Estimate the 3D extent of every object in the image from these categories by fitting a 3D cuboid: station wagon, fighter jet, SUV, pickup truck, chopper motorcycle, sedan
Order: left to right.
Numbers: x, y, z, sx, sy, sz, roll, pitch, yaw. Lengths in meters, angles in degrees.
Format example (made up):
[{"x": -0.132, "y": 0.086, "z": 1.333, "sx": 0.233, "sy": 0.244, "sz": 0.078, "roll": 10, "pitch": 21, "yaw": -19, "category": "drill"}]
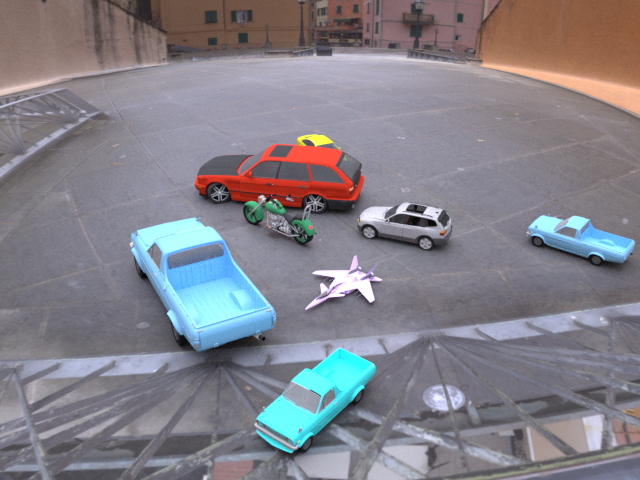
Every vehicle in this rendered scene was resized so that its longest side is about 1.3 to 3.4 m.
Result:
[{"x": -1.743, "y": 0.460, "z": 9.828, "sx": 1.244, "sy": 0.993, "sz": 3.117, "roll": -15, "pitch": 32, "yaw": -24, "category": "pickup truck"}, {"x": -0.708, "y": -0.438, "z": 11.669, "sx": 1.563, "sy": 0.761, "sz": 0.466, "roll": 23, "pitch": 37, "yaw": 35, "category": "chopper motorcycle"}, {"x": -0.769, "y": -1.231, "z": 12.922, "sx": 3.105, "sy": 0.920, "sz": 1.327, "roll": 6, "pitch": 30, "yaw": 11, "category": "station wagon"}, {"x": -0.022, "y": 1.758, "z": 8.003, "sx": 0.640, "sy": 0.511, "sz": 1.603, "roll": 21, "pitch": 35, "yaw": 32, "category": "pickup truck"}, {"x": 0.045, "y": -1.827, "z": 14.434, "sx": 0.635, "sy": 0.483, "sz": 1.613, "roll": -13, "pitch": 32, "yaw": -22, "category": "sedan"}, {"x": 0.258, "y": 0.656, "z": 10.201, "sx": 1.147, "sy": 0.286, "sz": 1.358, "roll": 25, "pitch": 37, "yaw": 37, "category": "fighter jet"}, {"x": 1.405, "y": -0.308, "z": 11.622, "sx": 1.572, "sy": 0.580, "sz": 0.656, "roll": 12, "pitch": 31, "yaw": 20, "category": "SUV"}, {"x": 4.172, "y": -0.053, "z": 11.238, "sx": 1.603, "sy": 0.511, "sz": 0.640, "roll": 21, "pitch": 35, "yaw": 32, "category": "pickup truck"}]
